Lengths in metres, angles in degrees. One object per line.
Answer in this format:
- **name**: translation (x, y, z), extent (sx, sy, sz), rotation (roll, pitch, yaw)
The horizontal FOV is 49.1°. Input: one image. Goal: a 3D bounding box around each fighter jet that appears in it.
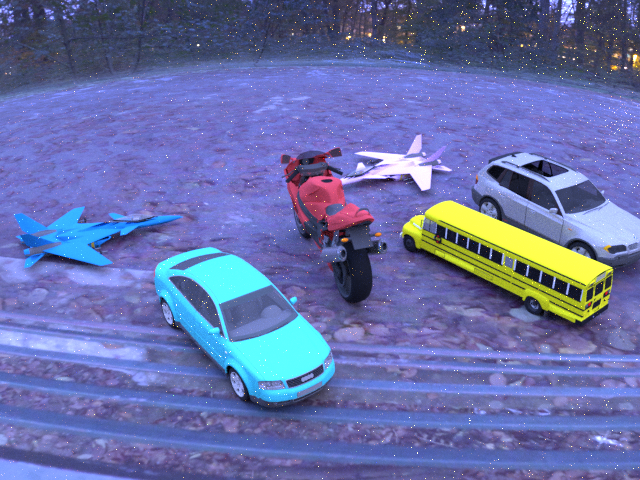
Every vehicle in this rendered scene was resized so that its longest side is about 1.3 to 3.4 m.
- **fighter jet**: translation (1.203, -1.446, 13.599), extent (2.640, 0.557, 2.229), rotation (-16, 32, -28)
- **fighter jet**: translation (-3.522, -0.265, 11.388), extent (2.640, 0.557, 2.229), rotation (-14, 31, -24)

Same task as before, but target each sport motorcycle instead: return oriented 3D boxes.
- **sport motorcycle**: translation (0.119, -0.312, 10.371), extent (0.983, 1.596, 2.955), rotation (-10, 30, -17)

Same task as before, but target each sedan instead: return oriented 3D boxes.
- **sedan**: translation (-1.032, 0.904, 8.793), extent (1.235, 0.940, 3.137), rotation (-19, 33, -31)

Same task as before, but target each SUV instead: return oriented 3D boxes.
- **SUV**: translation (3.837, -0.547, 11.309), extent (1.276, 1.128, 3.058), rotation (-17, 33, -29)

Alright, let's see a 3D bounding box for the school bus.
- **school bus**: translation (2.544, 0.203, 10.206), extent (0.709, 0.844, 3.322), rotation (-22, 35, -35)
